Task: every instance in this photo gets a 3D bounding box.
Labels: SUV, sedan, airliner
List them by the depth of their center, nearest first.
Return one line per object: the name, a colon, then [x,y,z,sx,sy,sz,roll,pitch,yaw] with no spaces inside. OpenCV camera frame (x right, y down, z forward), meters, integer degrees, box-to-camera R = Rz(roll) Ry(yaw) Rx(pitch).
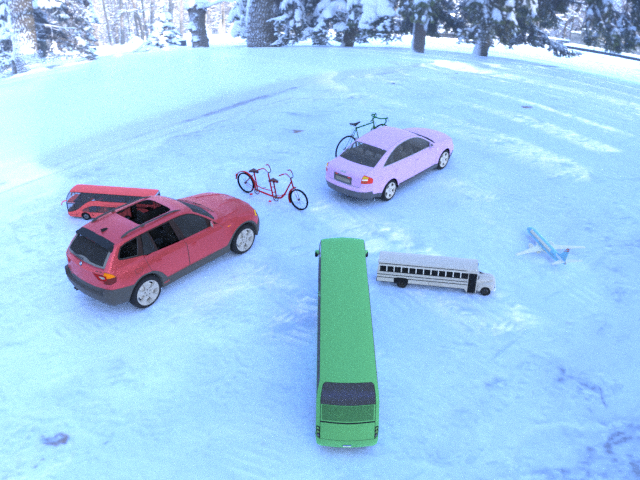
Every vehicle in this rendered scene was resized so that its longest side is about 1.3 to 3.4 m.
SUV: [-2.257,-0.085,10.399,1.276,1.128,3.058,23,37,34]
airliner: [3.546,0.015,10.920,1.161,0.429,1.307,-6,31,-10]
sedan: [1.397,-1.639,13.244,1.235,0.940,3.137,24,38,35]

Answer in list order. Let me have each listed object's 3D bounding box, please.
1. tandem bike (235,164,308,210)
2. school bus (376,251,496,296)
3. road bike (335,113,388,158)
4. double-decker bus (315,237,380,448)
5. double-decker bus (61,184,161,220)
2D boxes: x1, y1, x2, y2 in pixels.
tandem bike: [-0.874,-1.001,12.409,1.642,0.682,0.283,19,36,30]
school bus: [1.685,0.469,10.138,1.708,0.434,0.365,5,31,8]
road bike: [0.870,-2.043,14.024,1.545,0.852,0.358,-25,38,-36]
double-decker bus: [0.294,1.044,8.544,0.756,1.052,3.251,0,30,0]
double-decker bus: [-3.526,-0.623,11.901,1.672,0.541,0.389,4,31,7]
